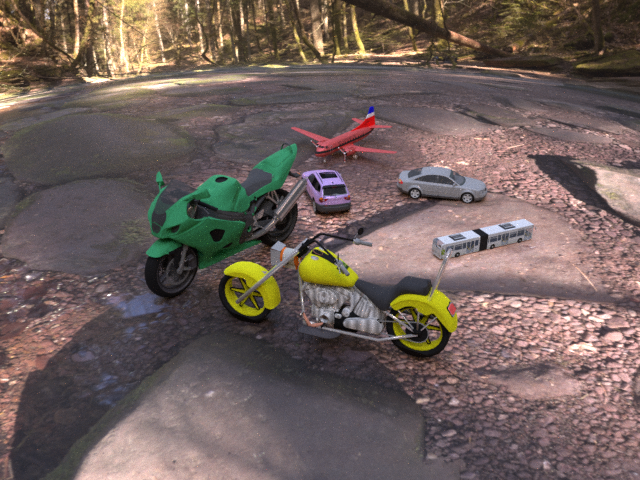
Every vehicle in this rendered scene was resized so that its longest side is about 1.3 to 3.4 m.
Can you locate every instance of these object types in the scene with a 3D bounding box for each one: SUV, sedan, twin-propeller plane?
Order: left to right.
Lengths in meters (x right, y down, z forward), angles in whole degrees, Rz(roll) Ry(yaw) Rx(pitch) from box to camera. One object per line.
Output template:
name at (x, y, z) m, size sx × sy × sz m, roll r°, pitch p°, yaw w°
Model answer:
SUV at (0.101, -0.955, 12.356) m, size 0.656 × 0.580 × 1.572 m, roll -6°, pitch 27°, yaw -11°
twin-propeller plane at (0.563, -2.199, 14.594) m, size 2.663 × 0.792 × 2.129 m, roll 19°, pitch 32°, yaw 33°
sedan at (2.203, -1.034, 12.621) m, size 1.613 × 0.483 × 0.635 m, roll 6°, pitch 27°, yaw 12°

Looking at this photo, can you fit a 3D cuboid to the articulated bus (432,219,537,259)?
articulated bus at (2.540, -0.019, 10.820) m, size 1.749 × 0.289 × 0.311 m, roll -12°, pitch 29°, yaw -22°

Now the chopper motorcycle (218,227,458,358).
chopper motorcycle at (0.151, 0.539, 8.385) m, size 3.040 × 1.480 × 0.906 m, roll 10°, pitch 28°, yaw 20°

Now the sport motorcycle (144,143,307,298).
sport motorcycle at (-1.321, -0.333, 9.988) m, size 0.983 × 1.596 × 2.955 m, roll 20°, pitch 33°, yaw 35°
